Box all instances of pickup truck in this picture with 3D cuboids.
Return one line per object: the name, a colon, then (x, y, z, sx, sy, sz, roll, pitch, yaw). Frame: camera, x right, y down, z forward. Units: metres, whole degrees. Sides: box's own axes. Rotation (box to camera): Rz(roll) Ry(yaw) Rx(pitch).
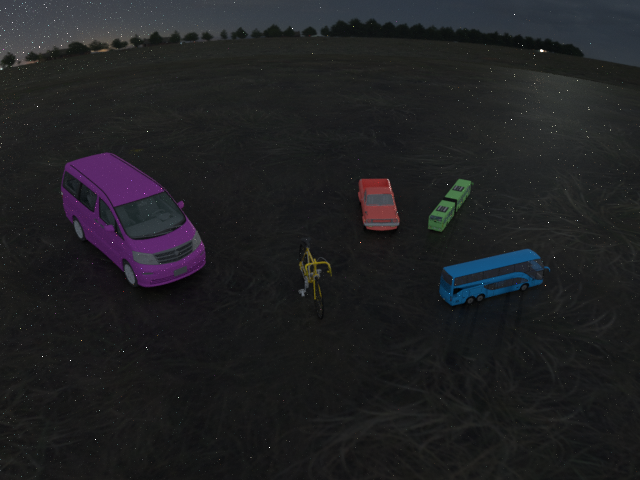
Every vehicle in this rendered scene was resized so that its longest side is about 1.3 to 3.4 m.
pickup truck: (1.024, -0.695, 12.382, 0.640, 0.511, 1.603, -1, 29, -1)

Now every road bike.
road bike: (-0.130, 0.465, 9.973, 0.358, 0.852, 1.545, -7, 30, -11)

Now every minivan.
minivan: (-3.018, -0.375, 11.112, 1.324, 1.197, 3.011, -23, 36, -34)

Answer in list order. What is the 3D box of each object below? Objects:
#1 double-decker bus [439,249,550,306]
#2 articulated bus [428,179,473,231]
double-decker bus: (2.536, 0.529, 10.175, 1.672, 0.541, 0.389, -11, 31, -19)
articulated bus: (2.338, -0.640, 12.510, 0.311, 0.289, 1.749, 14, 32, 23)
